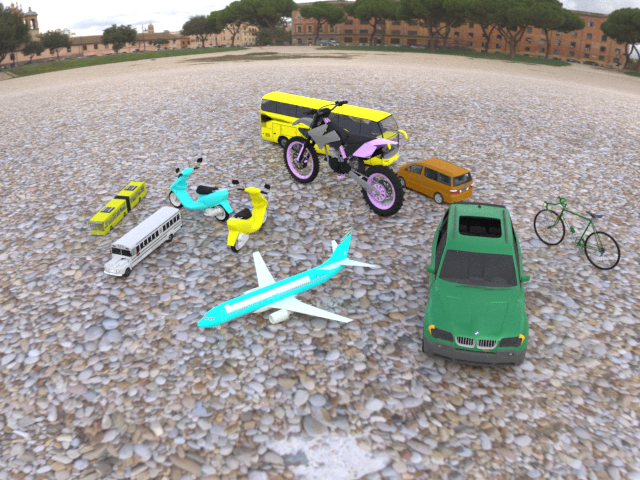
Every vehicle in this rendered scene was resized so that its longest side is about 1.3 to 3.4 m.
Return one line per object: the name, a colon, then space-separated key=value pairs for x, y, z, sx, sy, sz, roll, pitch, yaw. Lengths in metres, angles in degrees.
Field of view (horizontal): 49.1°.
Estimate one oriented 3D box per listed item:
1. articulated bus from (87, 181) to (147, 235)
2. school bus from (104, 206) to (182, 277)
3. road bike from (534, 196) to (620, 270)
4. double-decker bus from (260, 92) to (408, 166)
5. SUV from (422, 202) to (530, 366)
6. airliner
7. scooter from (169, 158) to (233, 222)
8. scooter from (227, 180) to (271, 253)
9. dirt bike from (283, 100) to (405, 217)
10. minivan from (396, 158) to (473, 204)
articulated bus: x=-3.458 y=-0.574 z=12.065 sx=0.311 sy=0.289 sz=1.749 roll=5 pitch=28 yaw=9
school bus: x=-2.716 y=0.014 z=10.780 sx=0.365 sy=0.434 sz=1.708 roll=10 pitch=29 yaw=18
road bike: x=3.881 y=-0.132 z=10.609 sx=0.358 sy=0.852 sz=1.545 roll=-18 pitch=33 yaw=-31
double-decker bus: x=0.200 y=-2.300 z=14.550 sx=3.251 sy=1.052 sz=0.756 roll=17 pitch=32 yaw=29
SUV: x=2.042 y=0.456 z=9.181 sx=1.276 sy=1.128 sz=3.058 roll=5 pitch=28 yaw=10
airliner: x=-0.519 y=0.518 z=9.380 sx=2.541 sy=0.835 sz=2.257 roll=-19 pitch=33 yaw=-32
scooter: x=-2.070 y=-0.848 z=11.909 sx=1.399 sy=0.919 sz=0.662 roll=16 pitch=32 yaw=29
scooter: x=-1.138 y=-0.435 z=11.117 sx=0.662 sy=0.919 sz=1.399 roll=9 pitch=29 yaw=17
dirt bike: x=0.339 y=-1.498 z=12.346 sx=2.903 sy=1.666 sz=1.024 roll=25 pitch=36 yaw=39
minivan: x=2.058 y=-1.155 z=12.825 sx=0.681 sy=0.616 sz=1.548 roll=-20 pitch=34 yaw=-34
